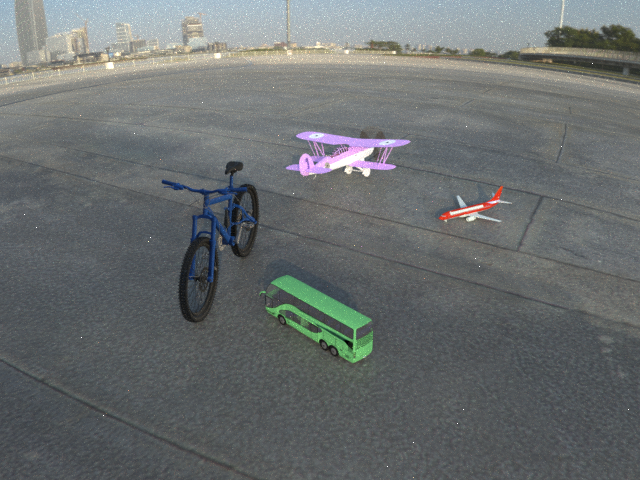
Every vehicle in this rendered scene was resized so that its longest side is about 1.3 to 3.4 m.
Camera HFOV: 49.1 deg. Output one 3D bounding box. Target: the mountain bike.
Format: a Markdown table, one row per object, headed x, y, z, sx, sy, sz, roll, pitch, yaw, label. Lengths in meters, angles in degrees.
| x | y | z | sx | sy | sz | roll | pitch | yaw | label |
| --- | --- | --- | --- | --- | --- | --- | --- | --- | --- |
| -1.320 | -0.163 | 9.448 | 1.114 | 1.688 | 2.857 | 6 | 28 | 12 | mountain bike |

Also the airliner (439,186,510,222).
| x | y | z | sx | sy | sz | roll | pitch | yaw | label |
| --- | --- | --- | --- | --- | --- | --- | --- | --- | --- |
| 2.532 | -0.593 | 11.675 | 1.307 | 0.429 | 1.161 | -13 | 30 | -23 | airliner |

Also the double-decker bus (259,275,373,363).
| x | y | z | sx | sy | sz | roll | pitch | yaw | label |
| --- | --- | --- | --- | --- | --- | --- | --- | --- | --- |
| -0.060 | 0.925 | 8.578 | 0.389 | 0.541 | 1.672 | -24 | 35 | -38 | double-decker bus |

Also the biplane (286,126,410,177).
| x | y | z | sx | sy | sz | roll | pitch | yaw | label |
| --- | --- | --- | --- | --- | --- | --- | --- | --- | --- |
| 0.338 | -1.523 | 12.892 | 2.598 | 0.981 | 2.120 | 23 | 35 | 37 | biplane |
